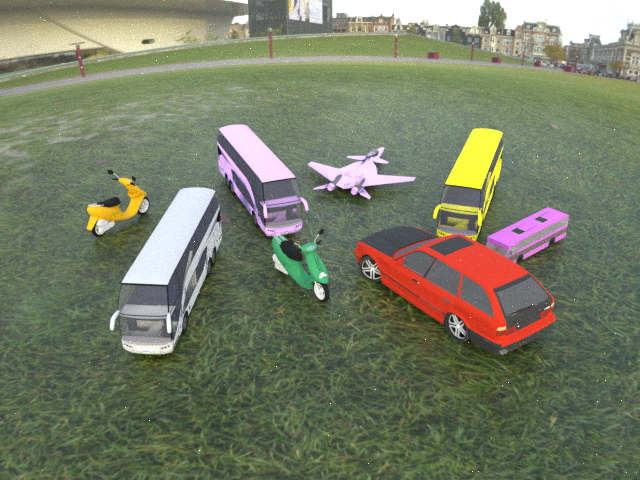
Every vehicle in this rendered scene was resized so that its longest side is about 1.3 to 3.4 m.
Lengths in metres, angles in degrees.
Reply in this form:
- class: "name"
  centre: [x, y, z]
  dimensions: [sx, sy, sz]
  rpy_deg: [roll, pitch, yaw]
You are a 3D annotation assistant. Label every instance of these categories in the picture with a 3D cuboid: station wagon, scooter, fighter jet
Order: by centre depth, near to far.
- class: "station wagon"
  centre: [1.776, 0.442, 9.887]
  dimensions: [1.327, 0.920, 3.105]
  rpy_deg: [-18, 33, -31]
- class: "scooter"
  centre: [-0.300, 0.270, 10.213]
  dimensions: [0.662, 0.919, 1.399]
  rpy_deg: [-20, 34, -32]
- class: "scooter"
  centre: [-3.452, -0.663, 11.973]
  dimensions: [0.662, 0.919, 1.399]
  rpy_deg: [16, 32, 28]
- class: "fighter jet"
  centre: [0.890, -1.593, 14.116]
  dimensions: [2.229, 0.557, 2.640]
  rpy_deg: [11, 30, 20]

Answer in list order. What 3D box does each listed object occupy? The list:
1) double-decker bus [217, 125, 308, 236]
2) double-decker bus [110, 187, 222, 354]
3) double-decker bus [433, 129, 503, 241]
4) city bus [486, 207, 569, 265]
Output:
- class: "double-decker bus"
  centre: [-1.142, -1.118, 12.691]
  dimensions: [0.756, 1.052, 3.251]
  rpy_deg: [-11, 30, -19]
- class: "double-decker bus"
  centre: [-2.045, 0.356, 9.909]
  dimensions: [0.756, 1.052, 3.251]
  rpy_deg: [2, 28, 4]
- class: "double-decker bus"
  centre: [2.720, -1.001, 12.469]
  dimensions: [0.756, 1.052, 3.251]
  rpy_deg: [10, 29, 17]
- class: "city bus"
  centre: [3.340, -0.030, 11.269]
  dimensions: [1.674, 0.460, 0.476]
  rpy_deg: [-22, 35, -35]
